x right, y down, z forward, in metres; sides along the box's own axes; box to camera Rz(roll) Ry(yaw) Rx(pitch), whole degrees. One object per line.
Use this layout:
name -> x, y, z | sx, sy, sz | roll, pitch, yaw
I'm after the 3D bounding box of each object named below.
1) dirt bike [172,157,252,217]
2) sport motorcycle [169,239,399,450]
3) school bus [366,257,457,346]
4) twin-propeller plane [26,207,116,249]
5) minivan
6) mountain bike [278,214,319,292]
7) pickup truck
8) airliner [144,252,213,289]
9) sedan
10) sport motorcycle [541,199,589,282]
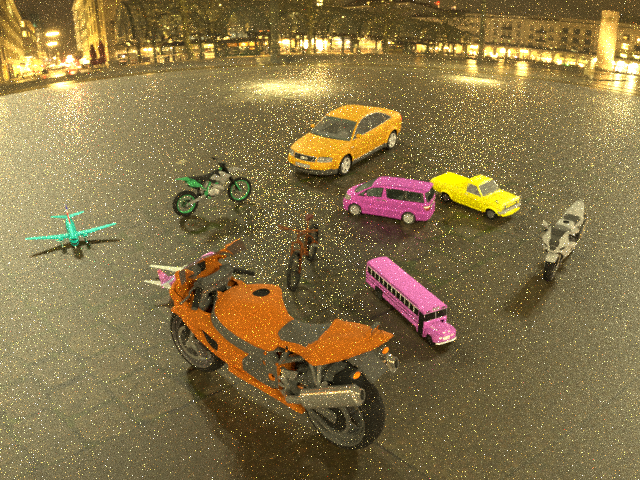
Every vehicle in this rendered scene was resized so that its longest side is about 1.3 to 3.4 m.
dirt bike -> -1.843, -0.922, 11.976 | 1.493, 0.857, 0.527 | -17, 32, -30
sport motorcycle -> -0.542, 1.071, 7.279 | 2.955, 1.596, 0.983 | 19, 33, 32
school bus -> 1.169, 0.776, 9.127 | 0.365, 0.434, 1.708 | -13, 30, -24
twin-propeller plane -> -3.943, -0.209, 11.079 | 1.370, 0.407, 1.095 | -11, 29, -21
minivan -> 1.161, -0.727, 11.859 | 1.548, 0.616, 0.681 | 10, 29, 19
mountain bike -> -0.237, 0.100, 9.970 | 0.573, 0.868, 1.469 | 7, 28, 13
pickup truck -> 2.694, -0.850, 12.215 | 0.640, 0.511, 1.603 | -23, 35, -37
airliner -> -1.877, 0.353, 9.957 | 1.161, 0.429, 1.307 | 14, 30, 25
sedan -> 0.557, -2.165, 14.309 | 1.235, 0.940, 3.137 | 17, 32, 30
sport motorcycle -> 3.556, -0.004, 10.225 | 0.506, 0.821, 1.520 | 16, 31, 28
